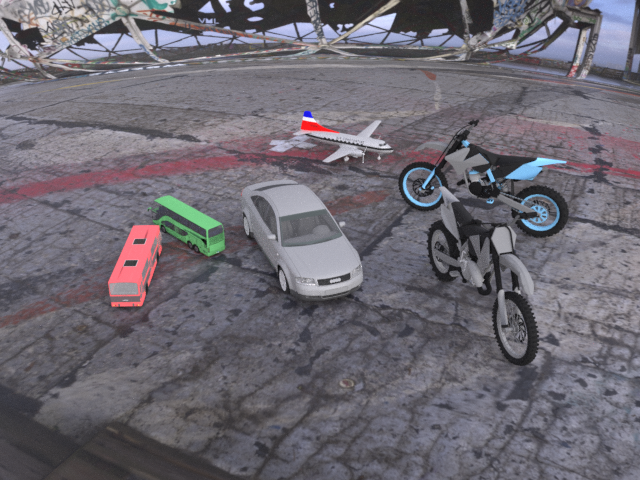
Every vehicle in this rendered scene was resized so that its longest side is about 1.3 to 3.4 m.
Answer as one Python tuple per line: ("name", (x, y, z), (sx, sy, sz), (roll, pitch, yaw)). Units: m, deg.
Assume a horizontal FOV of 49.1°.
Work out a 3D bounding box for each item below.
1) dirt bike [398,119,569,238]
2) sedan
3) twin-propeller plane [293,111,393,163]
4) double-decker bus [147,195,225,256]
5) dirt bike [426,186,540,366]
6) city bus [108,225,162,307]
("dirt bike", (2.659, -1.011, 11.526), (2.903, 1.666, 1.024), (14, 32, 24))
("sedan", (-0.345, -0.172, 10.762), (1.235, 0.940, 3.137), (-11, 31, -19))
("twin-propeller plane", (0.534, -2.163, 14.508), (2.129, 0.792, 2.663), (14, 32, 23))
("double-decker bus", (-2.170, -0.258, 11.328), (0.389, 0.541, 1.672), (-25, 38, -38))
("dirt bike", (2.100, 0.291, 9.177), (1.024, 1.666, 2.903), (-8, 30, -14))
("city bus", (-2.680, 0.372, 10.276), (0.476, 0.460, 1.674), (-1, 29, -1))
